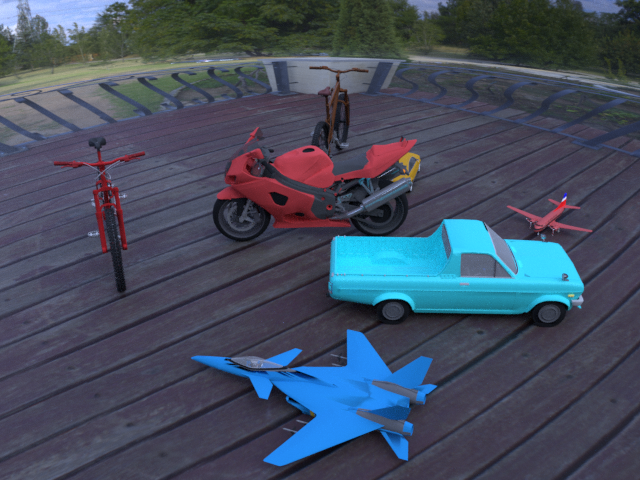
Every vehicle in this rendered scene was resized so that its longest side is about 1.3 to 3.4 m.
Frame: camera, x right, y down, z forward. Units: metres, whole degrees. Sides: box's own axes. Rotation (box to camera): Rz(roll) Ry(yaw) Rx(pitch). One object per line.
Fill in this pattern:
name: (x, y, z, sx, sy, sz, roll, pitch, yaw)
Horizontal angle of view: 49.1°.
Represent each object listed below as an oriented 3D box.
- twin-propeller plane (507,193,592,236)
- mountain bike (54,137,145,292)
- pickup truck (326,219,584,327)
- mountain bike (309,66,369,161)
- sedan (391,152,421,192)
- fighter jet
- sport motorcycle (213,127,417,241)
twin-propeller plane: (3.557, -0.393, 10.771, 1.370, 0.407, 1.095, 22, 35, 35)
mountain bike: (-2.938, -0.524, 9.643, 1.114, 1.688, 2.857, -9, 29, -17)
pickup truck: (1.645, 0.335, 8.755, 3.117, 0.993, 1.244, 1, 28, 2)
mountain bike: (0.224, -2.183, 12.802, 1.114, 1.688, 2.857, 6, 28, 12)
sedan: (1.406, -1.281, 12.379, 0.635, 0.483, 1.613, 8, 29, 14)
fighter jet: (-0.204, 1.381, 7.232, 2.640, 0.557, 2.229, 11, 30, 19)
sport motorcycle: (-0.098, -0.746, 10.165, 2.955, 1.596, 0.983, -2, 28, -4)
